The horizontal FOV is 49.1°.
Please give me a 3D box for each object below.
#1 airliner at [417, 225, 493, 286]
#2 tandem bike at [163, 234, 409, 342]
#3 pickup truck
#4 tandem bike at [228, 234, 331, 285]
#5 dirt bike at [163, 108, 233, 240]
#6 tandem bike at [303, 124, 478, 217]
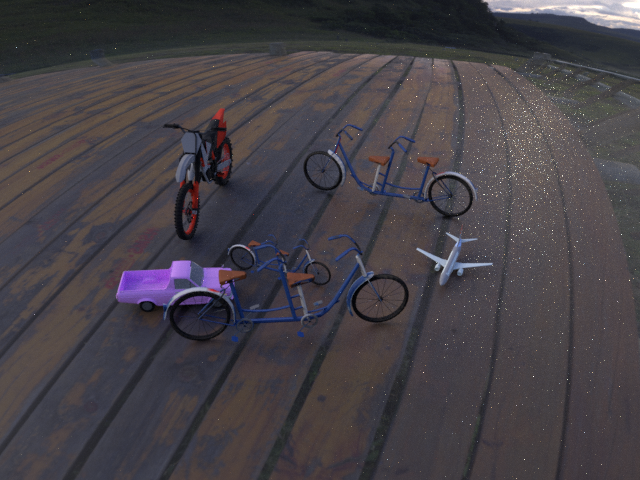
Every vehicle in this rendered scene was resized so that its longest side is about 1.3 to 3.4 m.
[{"bbox_3d":[1.980,0.233,10.472,1.161,0.429,1.307,12,33,19],"label":"airliner"},{"bbox_3d":[-0.400,0.639,8.920,3.192,1.326,0.550,-5,31,-8],"label":"tandem bike"},{"bbox_3d":[-2.002,0.606,9.770,1.603,0.511,0.640,-2,31,-4],"label":"pickup truck"},{"bbox_3d":[-0.611,0.252,10.196,1.642,0.682,0.283,11,33,17],"label":"tandem bike"},{"bbox_3d":[-1.932,-1.265,11.775,1.024,1.666,2.903,5,31,8],"label":"dirt bike"},{"bbox_3d":[1.151,-1.213,12.020,3.192,1.326,0.550,13,33,21],"label":"tandem bike"}]
